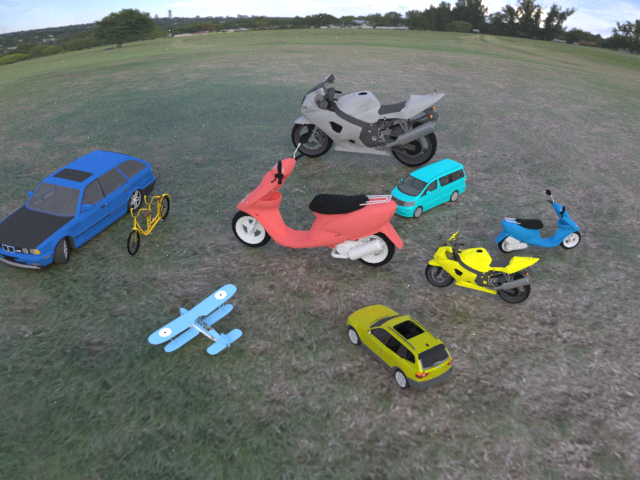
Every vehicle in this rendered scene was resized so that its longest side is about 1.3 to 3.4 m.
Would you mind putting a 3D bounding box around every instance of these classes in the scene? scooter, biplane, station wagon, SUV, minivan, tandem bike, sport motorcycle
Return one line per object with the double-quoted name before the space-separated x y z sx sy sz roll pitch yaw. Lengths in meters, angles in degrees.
"scooter" 3.409 -0.226 10.797 1.399 0.919 0.662 -4 31 -6
"biplane" -1.499 1.119 8.927 1.336 0.504 1.090 -27 40 -37
"station wagon" -4.018 -0.632 11.483 1.327 0.920 3.105 12 33 19
"SUV" 0.961 1.228 8.666 0.656 0.580 1.572 -18 35 -28
"scooter" -0.087 -0.520 10.441 2.721 1.786 1.288 9 32 14
"minivan" 1.871 -0.915 12.262 1.548 0.616 0.681 -23 38 -33
"tandem bike" -2.758 -0.385 11.299 0.283 0.682 1.642 6 31 10
"sport motorcycle" 0.874 -2.262 13.579 2.955 1.596 0.983 6 31 10
"sport motorcycle" 2.229 0.421 9.797 1.520 0.821 0.506 11 32 19
